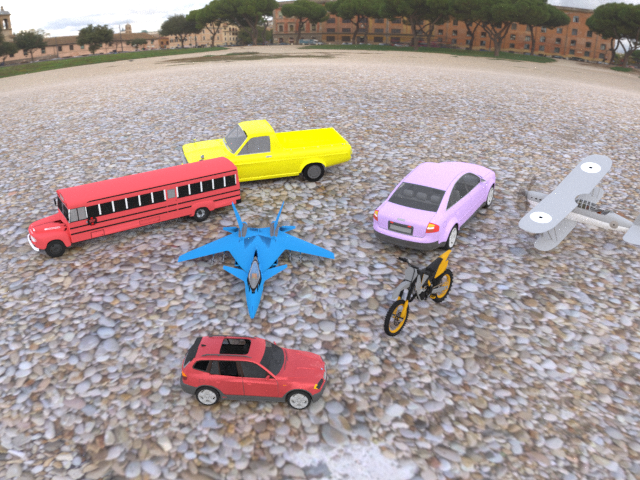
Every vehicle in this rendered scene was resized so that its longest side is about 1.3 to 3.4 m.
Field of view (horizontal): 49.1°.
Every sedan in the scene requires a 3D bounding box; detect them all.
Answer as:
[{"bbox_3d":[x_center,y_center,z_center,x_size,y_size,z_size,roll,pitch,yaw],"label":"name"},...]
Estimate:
[{"bbox_3d":[1.934,-0.751,11.273,1.235,0.940,3.137,15,31,27],"label":"sedan"}]

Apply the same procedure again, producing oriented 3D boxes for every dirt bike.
[{"bbox_3d":[1.266,0.601,8.718,0.527,0.857,1.493,21,34,35],"label":"dirt bike"}]

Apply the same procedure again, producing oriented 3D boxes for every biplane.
[{"bbox_3d":[3.992,-0.398,10.537,2.120,0.981,2.598,22,34,36],"label":"biplane"}]

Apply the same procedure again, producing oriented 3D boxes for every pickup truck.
[{"bbox_3d":[-1.008,-1.662,12.997,3.117,0.993,1.244,-8,28,-15],"label":"pickup truck"}]

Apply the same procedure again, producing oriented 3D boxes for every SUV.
[{"bbox_3d":[-0.708,1.375,7.509,1.572,0.580,0.656,2,27,3],"label":"SUV"}]

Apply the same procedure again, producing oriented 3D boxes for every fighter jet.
[{"bbox_3d":[-0.899,0.223,9.788,2.229,0.557,2.640,-1,27,-2],"label":"fighter jet"}]

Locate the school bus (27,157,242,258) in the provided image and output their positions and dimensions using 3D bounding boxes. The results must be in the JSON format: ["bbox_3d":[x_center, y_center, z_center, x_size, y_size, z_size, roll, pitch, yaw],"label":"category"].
[{"bbox_3d":[-2.884,-0.572,11.028,3.322,0.844,0.709,-16,31,-28],"label":"school bus"}]
